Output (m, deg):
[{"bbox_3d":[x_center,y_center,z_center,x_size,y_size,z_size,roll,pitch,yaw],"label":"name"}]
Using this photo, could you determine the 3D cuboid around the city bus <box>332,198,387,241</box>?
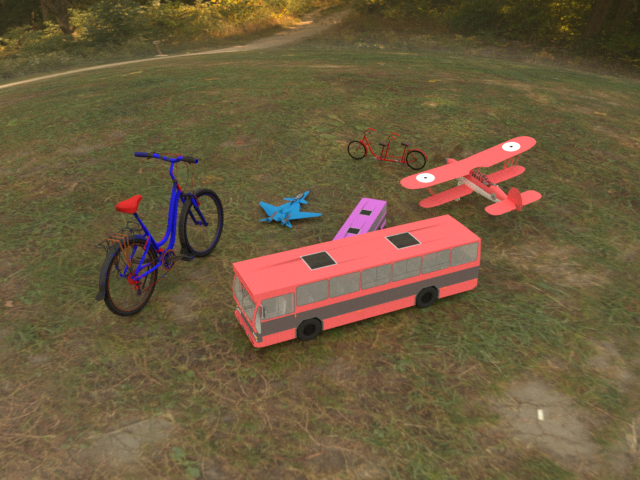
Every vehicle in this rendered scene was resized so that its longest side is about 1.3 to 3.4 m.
[{"bbox_3d":[0.599,-0.077,10.714,0.476,0.460,1.674,10,31,17],"label":"city bus"}]

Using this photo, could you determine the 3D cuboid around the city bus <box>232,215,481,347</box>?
[{"bbox_3d":[0.523,0.519,9.215,3.255,0.894,0.926,-13,32,-21],"label":"city bus"}]

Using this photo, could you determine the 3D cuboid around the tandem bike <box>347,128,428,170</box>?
[{"bbox_3d":[1.290,-1.760,13.468,1.642,0.682,0.283,12,32,21],"label":"tandem bike"}]

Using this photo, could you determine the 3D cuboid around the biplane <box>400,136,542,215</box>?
[{"bbox_3d":[2.660,-0.937,11.707,2.598,0.981,2.120,-13,32,-21],"label":"biplane"}]

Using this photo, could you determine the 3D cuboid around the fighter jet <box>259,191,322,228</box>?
[{"bbox_3d":[-0.465,-0.641,11.889,1.147,0.286,1.358,12,32,20],"label":"fighter jet"}]

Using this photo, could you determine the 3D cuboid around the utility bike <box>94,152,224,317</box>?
[{"bbox_3d":[-2.226,-0.226,9.576,1.039,1.839,2.791,14,32,23],"label":"utility bike"}]
